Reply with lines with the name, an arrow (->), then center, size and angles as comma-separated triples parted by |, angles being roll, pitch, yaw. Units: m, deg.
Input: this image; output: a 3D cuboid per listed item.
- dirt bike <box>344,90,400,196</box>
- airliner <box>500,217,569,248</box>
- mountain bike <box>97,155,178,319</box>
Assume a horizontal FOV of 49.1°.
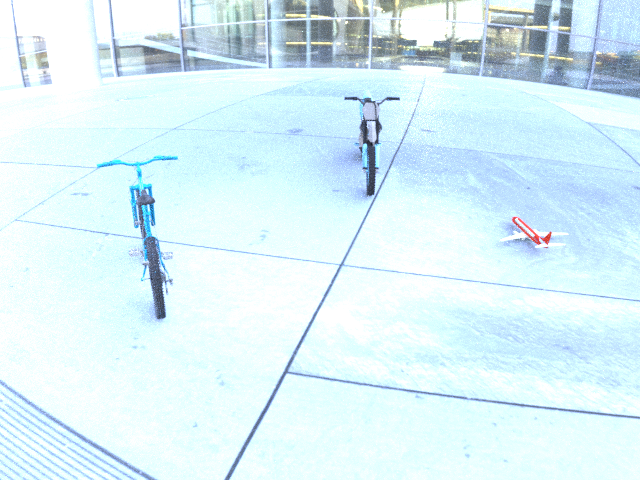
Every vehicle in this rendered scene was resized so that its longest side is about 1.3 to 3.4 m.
dirt bike -> 0.961, -2.039, 13.520 | 1.024, 1.666, 2.903 | 0, 27, 1
airliner -> 3.392, -0.198, 11.251 | 1.161, 0.429, 1.307 | -5, 27, -10
mountain bike -> -2.409, -0.157, 9.776 | 1.114, 1.688, 2.857 | -8, 28, -15
